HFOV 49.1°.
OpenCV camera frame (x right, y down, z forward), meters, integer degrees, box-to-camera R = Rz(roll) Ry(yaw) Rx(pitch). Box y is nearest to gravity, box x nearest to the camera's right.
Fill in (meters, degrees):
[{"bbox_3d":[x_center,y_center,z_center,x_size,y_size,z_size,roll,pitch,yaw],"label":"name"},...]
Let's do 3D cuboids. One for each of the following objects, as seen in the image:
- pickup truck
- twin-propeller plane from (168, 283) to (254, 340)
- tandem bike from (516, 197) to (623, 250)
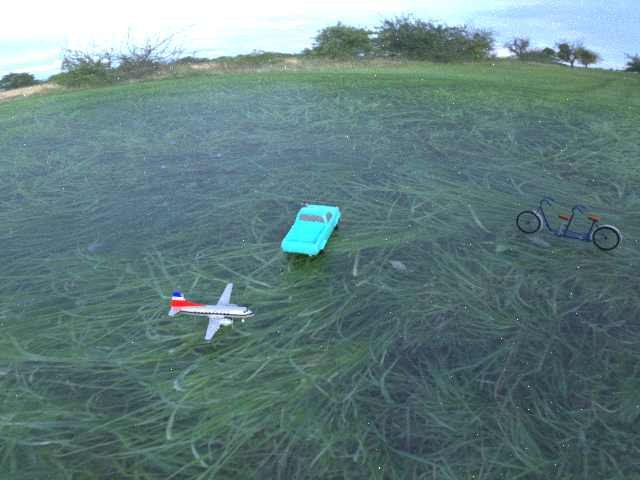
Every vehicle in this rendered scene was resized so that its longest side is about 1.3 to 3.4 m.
[{"bbox_3d":[-0.124,-0.210,11.155,0.640,0.511,1.603,6,27,13],"label":"pickup truck"},{"bbox_3d":[-1.393,0.873,9.070,1.095,0.407,1.370,2,26,5],"label":"twin-propeller plane"},{"bbox_3d":[3.942,-0.276,11.094,1.642,0.682,0.283,14,29,26],"label":"tandem bike"}]
